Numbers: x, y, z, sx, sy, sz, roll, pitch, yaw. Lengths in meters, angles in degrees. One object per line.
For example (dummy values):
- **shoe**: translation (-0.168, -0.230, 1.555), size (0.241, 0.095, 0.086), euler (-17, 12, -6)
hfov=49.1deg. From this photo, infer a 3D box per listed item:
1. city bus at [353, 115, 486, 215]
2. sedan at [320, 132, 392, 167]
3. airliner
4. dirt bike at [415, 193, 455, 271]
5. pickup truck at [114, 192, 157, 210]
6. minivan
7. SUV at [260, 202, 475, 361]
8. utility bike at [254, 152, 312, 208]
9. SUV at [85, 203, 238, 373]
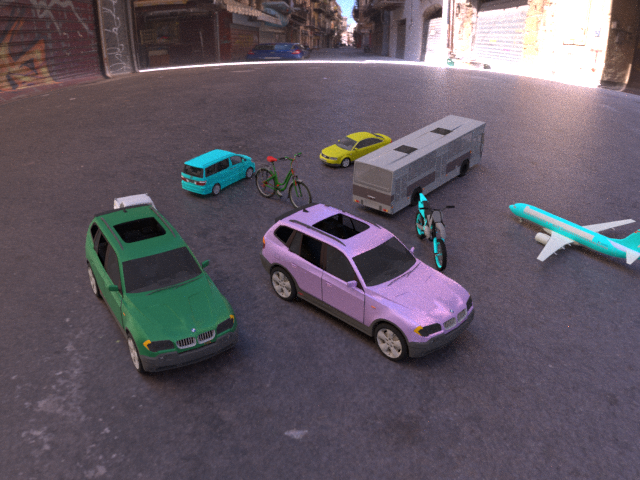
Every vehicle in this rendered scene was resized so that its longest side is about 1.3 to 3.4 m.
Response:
- **city bus**: translation (1.882, -1.403, 12.779), size (0.926, 0.894, 3.255), euler (21, 34, 34)
- **sedan**: translation (0.732, -1.871, 14.108), size (1.613, 0.483, 0.635), euler (-18, 33, -30)
- **airliner**: translation (3.908, -0.287, 10.723), size (2.257, 0.835, 2.541), euler (-18, 33, -30)
- **dirt bike**: translation (1.678, -0.187, 10.509), size (0.527, 0.857, 1.493), euler (-4, 28, -7)
- **pickup truck**: translation (-2.893, -0.383, 11.252), size (0.640, 0.511, 1.603), euler (-12, 30, -22)
- **minivan**: translation (-1.849, -1.325, 12.929), size (0.681, 0.616, 1.548), euler (17, 32, 30)
- **SUV**: translation (0.532, 0.410, 9.084), size (3.058, 1.128, 1.276), euler (25, 37, 39)
- **utility bike**: translation (-0.630, -1.087, 12.123), size (1.435, 0.946, 0.535), euler (23, 36, 37)
- **SUV**: translation (-2.131, 0.484, 8.944), size (1.276, 1.128, 3.058), euler (-15, 31, -26)
